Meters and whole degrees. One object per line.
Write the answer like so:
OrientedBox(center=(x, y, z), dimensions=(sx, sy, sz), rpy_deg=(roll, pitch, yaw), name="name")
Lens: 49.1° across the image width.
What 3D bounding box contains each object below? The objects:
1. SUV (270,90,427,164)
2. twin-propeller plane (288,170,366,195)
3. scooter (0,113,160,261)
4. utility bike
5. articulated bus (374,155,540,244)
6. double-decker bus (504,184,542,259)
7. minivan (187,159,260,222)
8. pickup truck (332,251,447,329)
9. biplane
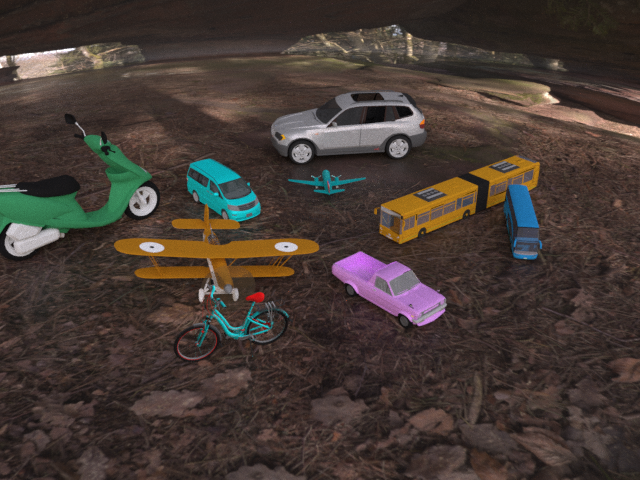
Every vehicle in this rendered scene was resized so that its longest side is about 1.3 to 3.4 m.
OrientedBox(center=(0.553, -2.267, 13.720), dimensions=(3.058, 1.128, 1.276), rpy_deg=(-4, 29, -7), name="SUV")
OrientedBox(center=(0.129, -1.052, 12.238), dimensions=(1.370, 0.407, 1.095), rpy_deg=(-2, 29, -3), name="twin-propeller plane")
OrientedBox(center=(-3.621, -0.804, 10.333), dimensions=(2.721, 1.786, 1.288), rpy_deg=(-23, 36, -36), name="scooter")
OrientedBox(center=(-0.967, 0.943, 7.995), dimensions=(1.435, 0.946, 0.535), rpy_deg=(-11, 30, -20), name="utility bike")
OrientedBox(center=(2.346, -0.720, 11.463), dimensions=(3.401, 0.561, 0.605), rpy_deg=(-21, 35, -33), name="articulated bus")
OrientedBox(center=(3.064, -0.280, 10.673), dimensions=(0.389, 0.541, 1.672), rpy_deg=(4, 29, 7), name="double-decker bus")
OrientedBox(center=(-1.609, -0.828, 11.605), dimensions=(0.681, 0.616, 1.548), rpy_deg=(-21, 35, -33), name="minivan")
OrientedBox(center=(0.878, 0.573, 9.133), dimensions=(0.640, 0.511, 1.603), rpy_deg=(-23, 36, -36), name="pickup truck")
OrientedBox(center=(-1.357, 0.175, 9.374), dimensions=(2.598, 0.981, 2.120), rpy_deg=(-8, 29, -14), name="biplane")
